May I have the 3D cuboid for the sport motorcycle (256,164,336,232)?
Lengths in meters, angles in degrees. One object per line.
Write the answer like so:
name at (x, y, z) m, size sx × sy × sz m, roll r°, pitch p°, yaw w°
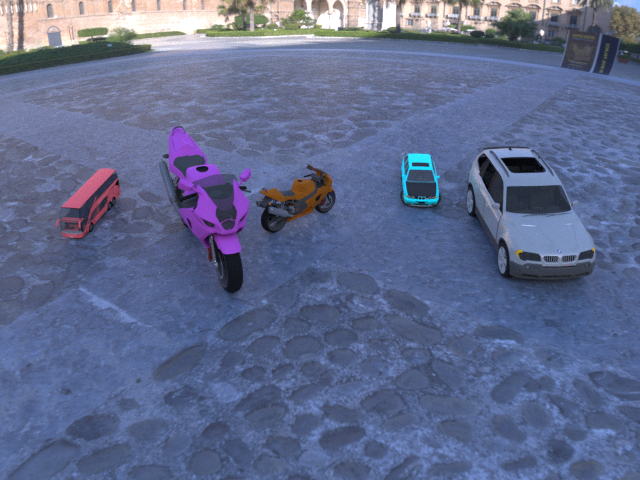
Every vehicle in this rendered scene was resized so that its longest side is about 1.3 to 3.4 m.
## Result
sport motorcycle at (-0.336, -0.653, 11.139) m, size 1.520 × 0.821 × 0.506 m, roll -22°, pitch 36°, yaw -34°

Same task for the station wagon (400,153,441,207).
station wagon at (1.750, -1.096, 12.289) m, size 0.682 × 0.473 × 1.597 m, roll 2°, pitch 29°, yaw 4°

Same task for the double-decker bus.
double-decker bus at (-3.708, -0.594, 11.320) m, size 0.389 × 0.541 × 1.672 m, roll 4°, pitch 29°, yaw 6°

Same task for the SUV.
SUV at (3.094, -0.497, 10.542) m, size 1.276 × 1.128 × 3.058 m, roll -2°, pitch 29°, yaw -3°

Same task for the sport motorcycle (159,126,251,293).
sport motorcycle at (-1.663, -0.504, 10.074) m, size 0.983 × 1.596 × 2.955 m, roll -12°, pitch 31°, yaw -20°
